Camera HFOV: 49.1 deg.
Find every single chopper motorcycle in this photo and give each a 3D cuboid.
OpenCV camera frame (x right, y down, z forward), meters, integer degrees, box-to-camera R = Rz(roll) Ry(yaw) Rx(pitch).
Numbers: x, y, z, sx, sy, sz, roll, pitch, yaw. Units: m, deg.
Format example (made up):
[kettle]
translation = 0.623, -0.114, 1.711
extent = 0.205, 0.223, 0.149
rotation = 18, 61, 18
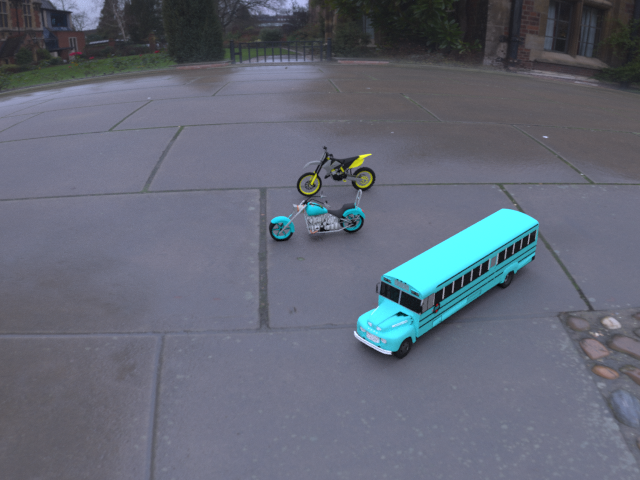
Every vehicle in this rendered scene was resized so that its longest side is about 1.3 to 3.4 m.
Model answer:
[chopper motorcycle]
translation = -0.040, -0.395, 11.158
extent = 1.563, 0.761, 0.466
rotation = -5, 28, -10

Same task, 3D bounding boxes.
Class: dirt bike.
[dirt bike]
translation = 0.304, -1.224, 12.622
extent = 1.493, 0.857, 0.527
rotation = -7, 29, -14

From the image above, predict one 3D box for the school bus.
[school bus]
translation = 1.768, 0.500, 9.379
extent = 0.709, 0.844, 3.322
rotation = 25, 37, 39
